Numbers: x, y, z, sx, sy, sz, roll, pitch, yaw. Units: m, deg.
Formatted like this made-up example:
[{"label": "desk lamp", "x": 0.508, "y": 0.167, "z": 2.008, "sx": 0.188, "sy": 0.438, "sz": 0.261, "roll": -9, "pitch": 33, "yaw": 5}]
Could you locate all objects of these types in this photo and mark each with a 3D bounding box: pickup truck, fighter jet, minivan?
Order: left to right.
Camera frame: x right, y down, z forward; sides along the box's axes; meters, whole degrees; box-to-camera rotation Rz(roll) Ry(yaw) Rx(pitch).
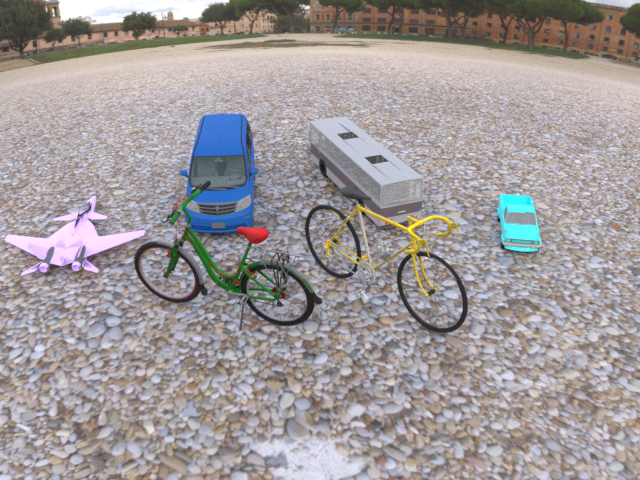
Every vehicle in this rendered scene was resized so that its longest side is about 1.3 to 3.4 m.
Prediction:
[{"label": "fighter jet", "x": -4.011, "y": -0.301, "z": 11.562, "sx": 2.229, "sy": 0.557, "sz": 2.640, "roll": -2, "pitch": 30, "yaw": -4}, {"label": "minivan", "x": -1.761, "y": -1.250, "z": 12.575, "sx": 1.324, "sy": 1.197, "sz": 3.011, "roll": -2, "pitch": 30, "yaw": -3}, {"label": "pickup truck", "x": 3.320, "y": -0.352, "z": 11.697, "sx": 0.640, "sy": 0.511, "sz": 1.603, "roll": 5, "pitch": 30, "yaw": 8}]

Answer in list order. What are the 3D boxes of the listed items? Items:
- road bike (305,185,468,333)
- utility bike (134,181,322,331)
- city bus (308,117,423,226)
[{"label": "road bike", "x": 0.821, "y": 0.146, "z": 9.674, "sx": 0.697, "sy": 1.656, "sz": 3.004, "roll": -26, "pitch": 38, "yaw": -37}, {"label": "utility bike", "x": -1.326, "y": 0.305, "z": 9.212, "sx": 2.791, "sy": 1.839, "sz": 1.039, "roll": 10, "pitch": 31, "yaw": 16}, {"label": "city bus", "x": 0.756, "y": -1.313, "z": 12.991, "sx": 0.926, "sy": 0.894, "sz": 3.255, "roll": -11, "pitch": 32, "yaw": -19}]
